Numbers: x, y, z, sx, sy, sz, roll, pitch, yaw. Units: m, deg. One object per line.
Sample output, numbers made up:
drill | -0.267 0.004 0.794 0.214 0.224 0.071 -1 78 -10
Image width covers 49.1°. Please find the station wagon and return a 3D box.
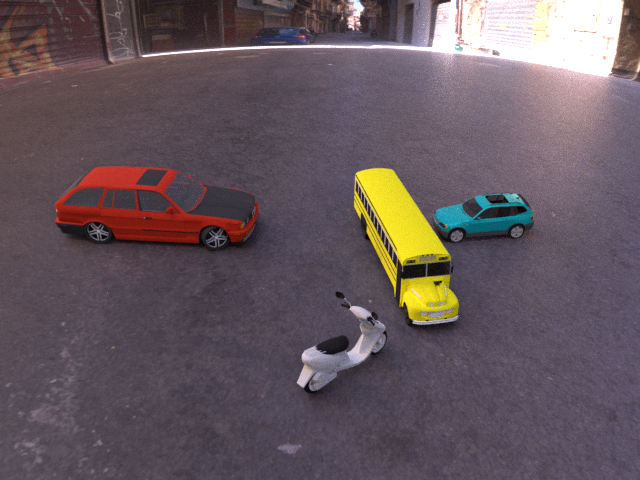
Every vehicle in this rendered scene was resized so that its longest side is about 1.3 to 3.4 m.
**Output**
station wagon | -2.520 -0.576 11.010 3.105 0.920 1.327 3 30 6

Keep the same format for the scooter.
scooter | 0.294 1.154 7.992 1.399 0.919 0.662 -25 38 -36

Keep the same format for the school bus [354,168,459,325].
school bus | 1.175 0.006 10.070 0.709 0.844 3.322 -5 30 -9

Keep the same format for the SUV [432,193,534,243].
SUV | 2.571 -0.388 11.024 1.572 0.580 0.656 -4 30 -7
